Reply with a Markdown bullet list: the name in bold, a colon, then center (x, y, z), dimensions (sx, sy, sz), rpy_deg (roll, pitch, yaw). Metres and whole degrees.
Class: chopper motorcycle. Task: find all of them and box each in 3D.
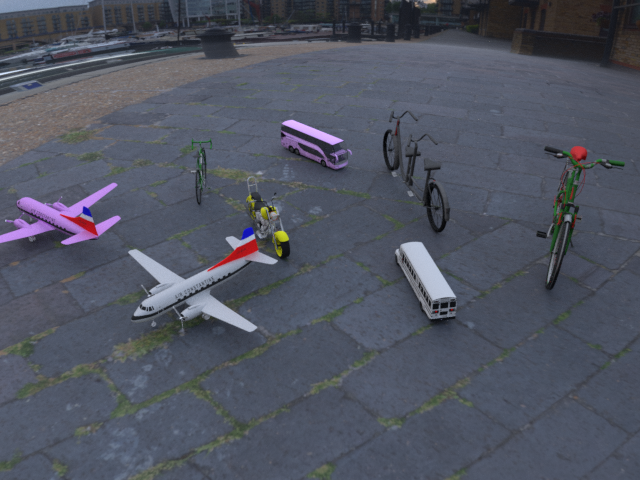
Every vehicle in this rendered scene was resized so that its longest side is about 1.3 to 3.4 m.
- **chopper motorcycle**: center (-0.816, -0.361, 10.817), dimensions (0.466, 0.761, 1.563), rpy_deg (-13, 33, -21)

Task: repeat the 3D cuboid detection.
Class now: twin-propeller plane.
- **twin-propeller plane**: center (-1.617, 0.501, 9.326), dimensions (2.663, 0.792, 2.129), rpy_deg (26, 39, 37)
- **twin-propeller plane**: center (-4.123, -0.411, 10.872), dimensions (2.129, 0.792, 2.663), rpy_deg (21, 36, 31)

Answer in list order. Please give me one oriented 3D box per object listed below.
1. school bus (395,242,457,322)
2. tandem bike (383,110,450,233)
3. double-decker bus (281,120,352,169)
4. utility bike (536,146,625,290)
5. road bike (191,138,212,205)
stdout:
- **school bus**: center (1.424, 0.498, 9.681), dimensions (0.365, 0.434, 1.708), rpy_deg (-6, 31, -10)
- **tandem bike**: center (1.579, -1.301, 11.854), dimensions (0.550, 1.326, 3.192), rpy_deg (-7, 31, -11)
- **double-decker bus**: center (-0.111, -1.839, 13.539), dimensions (0.389, 0.541, 1.672), rpy_deg (-25, 39, -36)
- **utility bike**: center (3.649, -0.556, 10.086), dimensions (1.039, 1.839, 2.791), rpy_deg (10, 32, 16)
- **road bike**: center (-2.086, -1.248, 12.231), dimensions (0.358, 0.852, 1.545), rpy_deg (-1, 31, -2)
